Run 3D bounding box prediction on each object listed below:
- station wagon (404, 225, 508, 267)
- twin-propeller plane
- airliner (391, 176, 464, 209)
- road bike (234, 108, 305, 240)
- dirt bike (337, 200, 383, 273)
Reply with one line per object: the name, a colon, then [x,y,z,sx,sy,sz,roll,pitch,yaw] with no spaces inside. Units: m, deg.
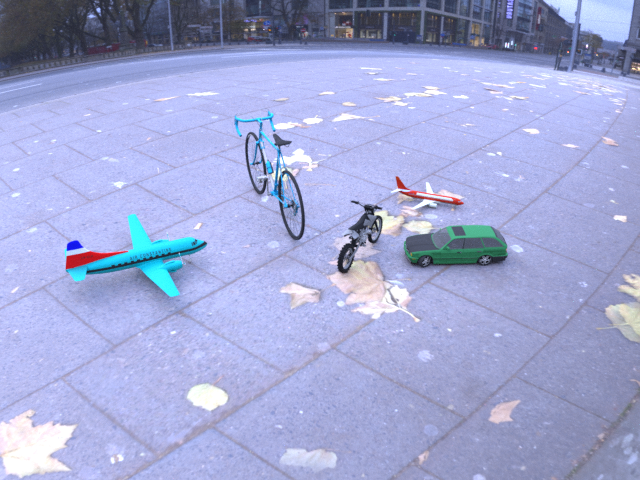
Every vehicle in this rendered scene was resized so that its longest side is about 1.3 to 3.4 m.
station wagon: [2.122,0.060,11.012,1.597,0.473,0.682,-2,30,-3]
twin-propeller plane: [-2.724,0.164,10.511,2.129,0.792,2.663,-14,33,-22]
airliner: [1.967,-0.871,12.680,1.307,0.429,1.161,10,31,18]
road bike: [-0.829,-1.203,12.026,0.696,1.656,3.004,-12,32,-20]
dirt bike: [0.643,-0.119,10.937,0.527,0.857,1.493,16,33,25]
